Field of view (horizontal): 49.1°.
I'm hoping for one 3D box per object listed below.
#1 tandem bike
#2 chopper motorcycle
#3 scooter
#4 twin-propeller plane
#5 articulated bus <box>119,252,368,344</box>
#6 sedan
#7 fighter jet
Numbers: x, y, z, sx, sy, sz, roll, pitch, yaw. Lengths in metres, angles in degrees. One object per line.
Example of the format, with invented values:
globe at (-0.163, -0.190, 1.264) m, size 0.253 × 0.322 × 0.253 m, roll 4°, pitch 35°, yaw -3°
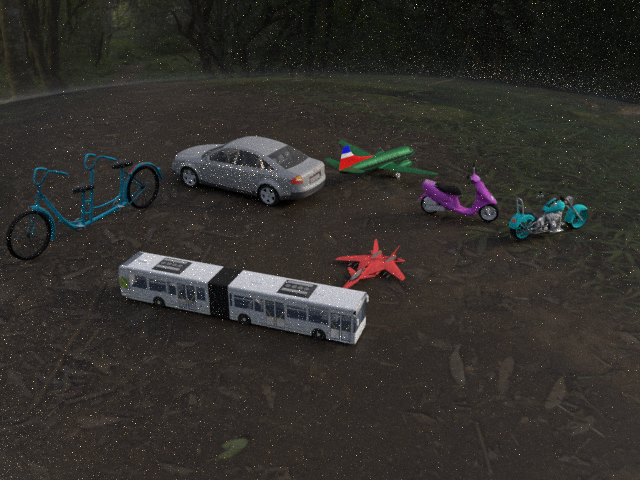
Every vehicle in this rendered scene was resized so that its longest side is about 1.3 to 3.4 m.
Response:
tandem bike at (-3.716, -0.752, 11.318) m, size 0.550 × 1.326 × 3.192 m, roll 15°, pitch 30°, yaw 29°
chopper motorcycle at (3.735, -0.440, 11.322) m, size 1.563 × 0.761 × 0.466 m, roll -12°, pitch 28°, yaw -22°
scooter at (2.364, -0.804, 11.890) m, size 1.399 × 0.919 × 0.662 m, roll 9°, pitch 27°, yaw 17°
twin-propeller plane at (1.154, -1.657, 13.790) m, size 2.129 × 0.792 × 2.663 m, roll -21°, pitch 33°, yaw -37°
articulated bus at (-1.044, 0.726, 9.152) m, size 3.401 × 0.561 × 0.605 m, roll 9°, pitch 27°, yaw 18°
sedan at (-1.401, -1.436, 13.165) m, size 3.137 × 0.940 × 1.235 m, roll 14°, pitch 29°, yaw 26°
fighter jet at (0.663, 0.394, 10.149) m, size 1.147 × 0.286 × 1.358 m, roll 17°, pitch 30°, yaw 30°
